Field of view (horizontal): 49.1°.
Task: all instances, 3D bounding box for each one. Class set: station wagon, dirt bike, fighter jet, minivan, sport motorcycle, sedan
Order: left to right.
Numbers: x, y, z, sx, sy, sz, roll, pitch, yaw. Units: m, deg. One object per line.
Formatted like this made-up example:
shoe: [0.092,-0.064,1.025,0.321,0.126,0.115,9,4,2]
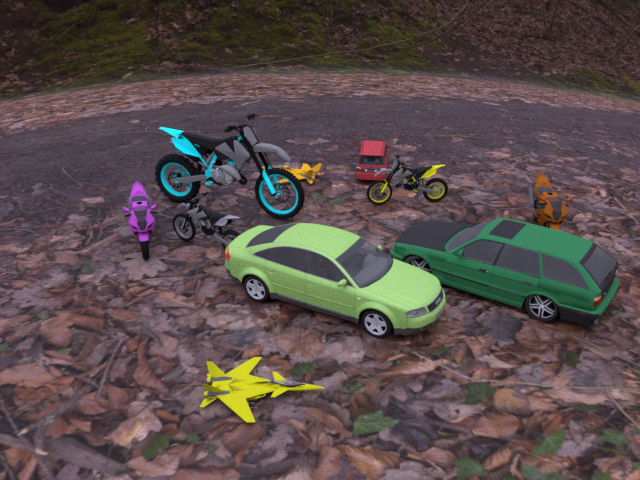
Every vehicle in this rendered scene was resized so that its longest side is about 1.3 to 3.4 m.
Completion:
sport motorcycle: [-2.812,-0.320,11.034,0.506,0.821,1.520,-7,27,-14]
dirt bike: [-1.749,-0.242,10.837,1.493,0.857,0.527,17,31,30]
dirt bike: [-1.607,-1.279,12.014,2.903,1.666,1.024,10,28,19]
fighter jet: [-0.626,1.586,7.800,1.358,0.286,1.147,0,26,-1]
fighter jet: [-0.639,-1.410,13.829,1.358,0.286,1.147,12,29,23]
sedan: [0.168,0.396,9.461,3.137,0.940,1.235,14,30,26]
minivan: [1.056,-1.653,13.948,0.681,0.616,1.548,3,27,6]
dirt bike: [1.570,-1.041,12.445,1.493,0.857,0.527,-4,27,-7]
station wagon: [2.513,0.231,9.815,3.105,0.920,1.327,17,31,30]
sport motorcycle: [3.684,-0.484,11.365,0.506,0.821,1.520,2,27,4]
